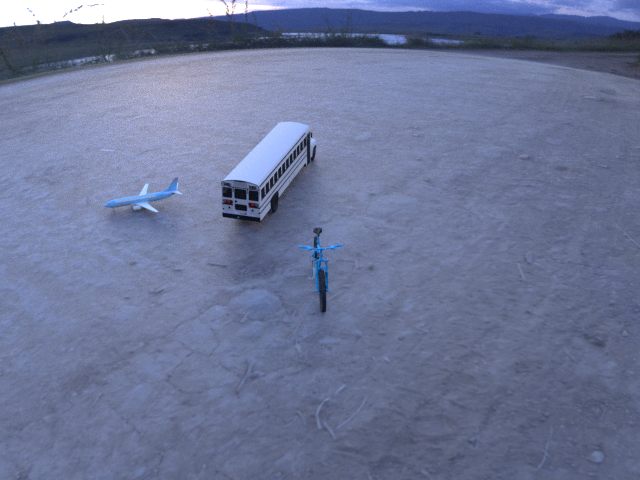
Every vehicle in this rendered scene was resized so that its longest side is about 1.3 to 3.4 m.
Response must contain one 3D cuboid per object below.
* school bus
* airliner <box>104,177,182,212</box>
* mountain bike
[{"bbox_3d":[-0.803,-1.335,12.492,0.709,0.844,3.322,8,31,14],"label":"school bus"},{"bbox_3d":[-3.030,-0.790,11.953,1.307,0.429,1.161,-10,31,-17],"label":"airliner"},{"bbox_3d":[-0.008,0.318,9.562,0.573,0.868,1.469,-2,30,-4],"label":"mountain bike"}]
